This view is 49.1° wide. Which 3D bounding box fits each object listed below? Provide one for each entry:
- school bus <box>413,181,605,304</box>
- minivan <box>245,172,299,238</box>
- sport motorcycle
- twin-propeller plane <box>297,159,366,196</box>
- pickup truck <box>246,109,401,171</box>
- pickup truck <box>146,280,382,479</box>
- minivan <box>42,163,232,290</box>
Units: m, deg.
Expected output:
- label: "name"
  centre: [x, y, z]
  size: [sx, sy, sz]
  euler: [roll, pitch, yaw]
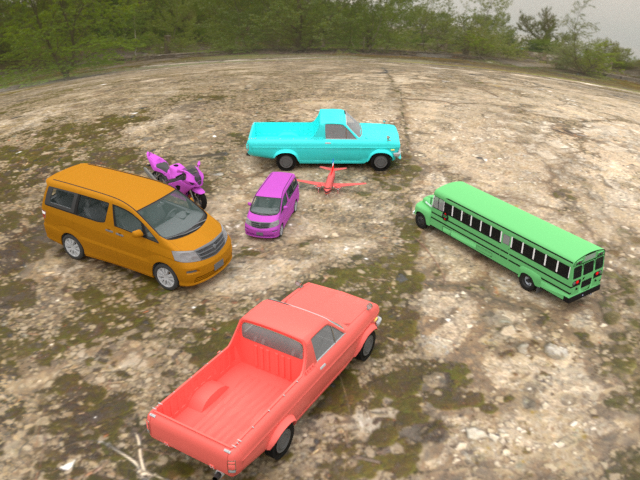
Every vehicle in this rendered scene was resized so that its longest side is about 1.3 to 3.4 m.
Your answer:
- label: "school bus"
  centre: [2.690, -0.110, 10.633]
  size: [0.709, 0.844, 3.322]
  euler: [-17, 33, -29]
- label: "minivan"
  centre: [-0.794, -0.596, 11.780]
  size: [0.681, 0.616, 1.548]
  euler: [6, 29, 11]
- label: "sport motorcycle"
  centre: [-2.543, -1.046, 12.400]
  size: [1.520, 0.821, 0.506]
  euler: [22, 35, 35]
- label: "twin-propeller plane"
  centre: [0.190, -1.158, 13.046]
  size: [1.370, 0.407, 1.095]
  euler: [4, 28, 7]
- label: "pickup truck"
  centre: [0.088, -2.069, 14.124]
  size: [3.117, 0.993, 1.244]
  euler: [0, 28, 0]
- label: "pickup truck"
  centre: [-0.474, 1.332, 7.790]
  size: [1.244, 0.993, 3.117]
  euler: [16, 32, 27]
- label: "minivan"
  centre: [-2.766, -0.264, 10.546]
  size: [3.011, 1.197, 1.324]
  euler: [15, 32, 25]
